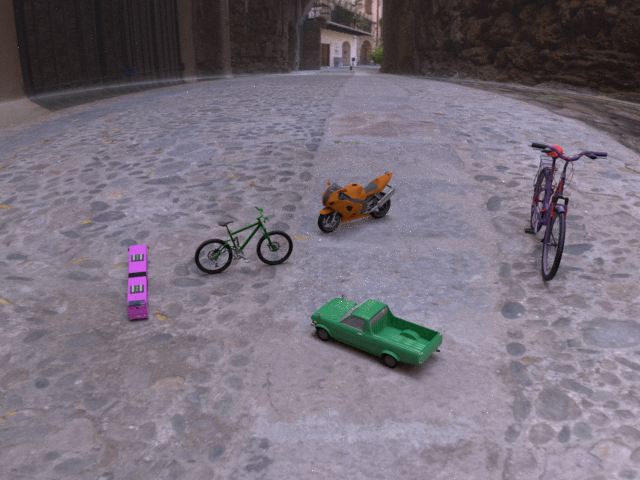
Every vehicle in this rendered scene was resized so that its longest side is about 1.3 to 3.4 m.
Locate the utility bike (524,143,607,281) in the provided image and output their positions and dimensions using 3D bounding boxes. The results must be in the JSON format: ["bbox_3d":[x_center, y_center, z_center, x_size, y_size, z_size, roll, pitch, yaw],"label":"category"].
[{"bbox_3d":[3.561,-0.655,10.518,1.039,1.839,2.791,4,26,9],"label":"utility bike"}]

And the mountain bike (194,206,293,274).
[{"bbox_3d":[-1.103,0.041,10.197,1.469,0.868,0.573,-8,27,-16],"label":"mountain bike"}]

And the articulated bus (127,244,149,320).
[{"bbox_3d":[-2.542,0.554,9.804,0.311,0.289,1.749,-6,26,-11],"label":"articulated bus"}]

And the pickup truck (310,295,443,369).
[{"bbox_3d":[0.664,1.063,8.502,1.603,0.511,0.640,17,31,31],"label":"pickup truck"}]

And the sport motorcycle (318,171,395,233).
[{"bbox_3d":[0.597,-0.637,11.647,1.520,0.821,0.506,-17,31,-31],"label":"sport motorcycle"}]
